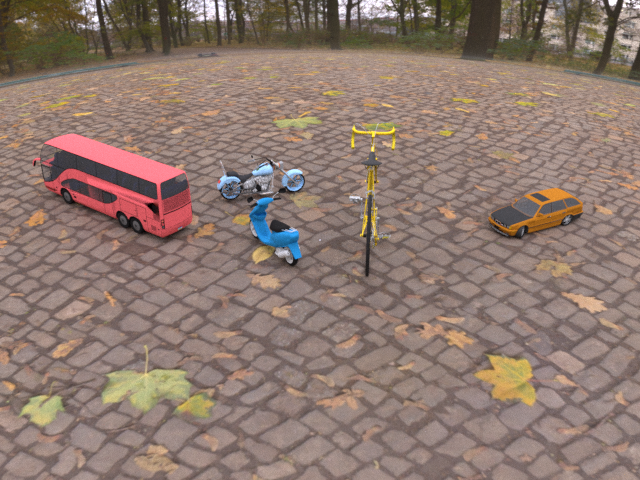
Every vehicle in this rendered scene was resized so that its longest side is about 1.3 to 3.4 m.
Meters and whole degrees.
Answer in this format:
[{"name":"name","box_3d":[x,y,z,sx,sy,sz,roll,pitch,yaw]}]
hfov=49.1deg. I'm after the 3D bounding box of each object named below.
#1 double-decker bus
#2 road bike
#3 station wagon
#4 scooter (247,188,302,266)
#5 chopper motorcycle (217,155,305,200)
[{"name":"double-decker bus","box_3d":[-3.471,-0.963,11.592,3.251,1.052,0.756,20,35,32]},{"name":"road bike","box_3d":[0.765,-0.723,10.533,0.696,1.656,3.004,2,29,4]},{"name":"station wagon","box_3d":[3.489,-0.476,11.309,1.597,0.473,0.682,-14,32,-23]},{"name":"scooter","box_3d":[-0.698,-0.231,10.405,0.662,0.919,1.399,-18,34,-30]},{"name":"chopper motorcycle","box_3d":[-1.018,-1.112,12.163,1.563,0.761,0.466,-10,30,-17]}]
